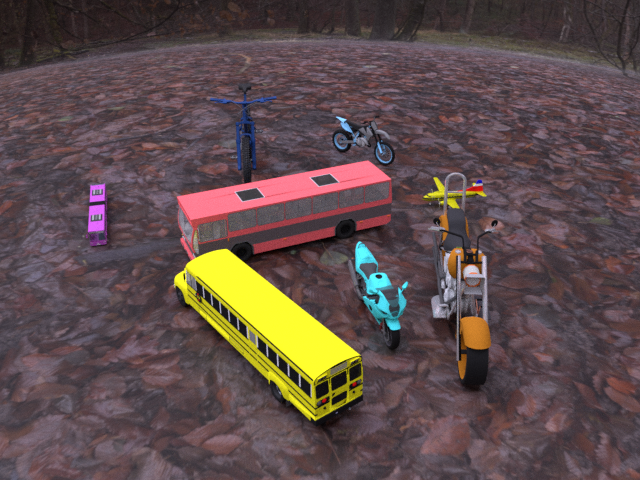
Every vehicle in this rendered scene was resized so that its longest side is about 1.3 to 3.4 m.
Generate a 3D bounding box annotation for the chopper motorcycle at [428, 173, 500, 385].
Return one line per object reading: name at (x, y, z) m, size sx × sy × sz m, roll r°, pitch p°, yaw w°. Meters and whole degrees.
chopper motorcycle at (1.814, 0.396, 8.890) m, size 0.906 × 1.480 × 3.040 m, roll 1°, pitch 31°, yaw 2°

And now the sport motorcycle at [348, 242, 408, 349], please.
sport motorcycle at (0.733, 0.704, 9.015) m, size 0.506 × 0.821 × 1.520 m, roll -8°, pitch 31°, yaw -13°

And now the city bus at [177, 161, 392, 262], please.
city bus at (-0.502, -0.416, 10.844) m, size 3.255 × 0.894 × 0.926 m, roll -13°, pitch 33°, yaw -21°

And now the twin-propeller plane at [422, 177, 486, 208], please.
twin-propeller plane at (2.279, -0.815, 12.001) m, size 1.095 × 0.407 × 1.370 m, roll -5°, pitch 31°, yaw -8°

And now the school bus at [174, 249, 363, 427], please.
school bus at (-0.792, 0.977, 8.529) m, size 0.709 × 0.844 × 3.322 m, roll -21°, pitch 37°, yaw -32°

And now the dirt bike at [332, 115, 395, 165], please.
dirt bike at (0.835, -1.976, 13.530) m, size 1.493 × 0.857 × 0.527 m, roll 22°, pitch 37°, yaw 33°

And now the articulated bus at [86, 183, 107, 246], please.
articulated bus at (-3.640, -0.441, 11.483) m, size 0.311 × 0.289 × 1.749 m, roll -7°, pitch 31°, yaw -12°

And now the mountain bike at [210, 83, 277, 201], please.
mountain bike at (-1.328, -1.925, 12.623) m, size 1.114 × 1.688 × 2.857 m, roll -2°, pitch 31°, yaw -4°
